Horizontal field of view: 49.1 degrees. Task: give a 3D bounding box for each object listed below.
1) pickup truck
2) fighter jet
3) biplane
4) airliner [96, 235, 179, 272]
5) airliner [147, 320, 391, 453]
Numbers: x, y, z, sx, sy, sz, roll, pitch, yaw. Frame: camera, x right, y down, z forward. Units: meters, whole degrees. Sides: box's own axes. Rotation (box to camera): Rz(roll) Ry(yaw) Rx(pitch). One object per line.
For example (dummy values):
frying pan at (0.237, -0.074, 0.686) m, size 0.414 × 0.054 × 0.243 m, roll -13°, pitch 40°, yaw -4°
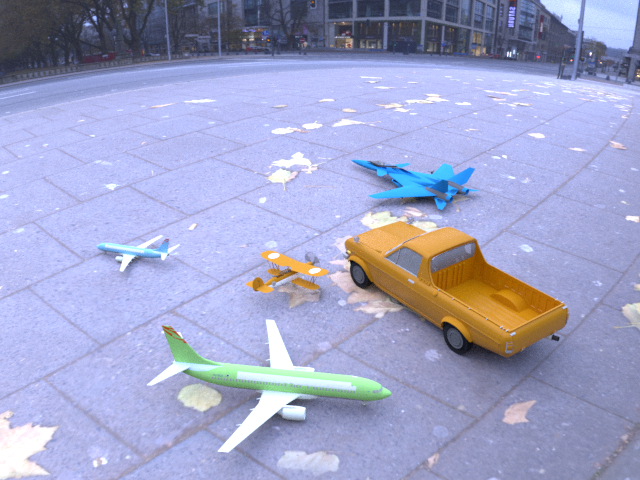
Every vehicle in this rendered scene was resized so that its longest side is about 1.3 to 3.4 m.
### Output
pickup truck at (1.636, 0.473, 9.107) m, size 1.244 × 0.993 × 3.117 m, roll -19°, pitch 33°, yaw -31°
fighter jet at (1.544, -1.294, 12.954) m, size 2.229 × 0.557 × 2.640 m, roll -25°, pitch 36°, yaw -38°
biplane at (-0.492, 0.492, 9.598) m, size 1.090 × 0.504 × 1.336 m, roll -22°, pitch 35°, yaw -36°
airliner at (-2.795, 0.084, 10.458) m, size 1.307 × 0.429 × 1.161 m, roll 9°, pitch 29°, yaw 16°
airliner at (-0.490, 1.366, 7.571) m, size 2.541 × 0.835 × 2.257 m, roll 4°, pitch 28°, yaw 7°
